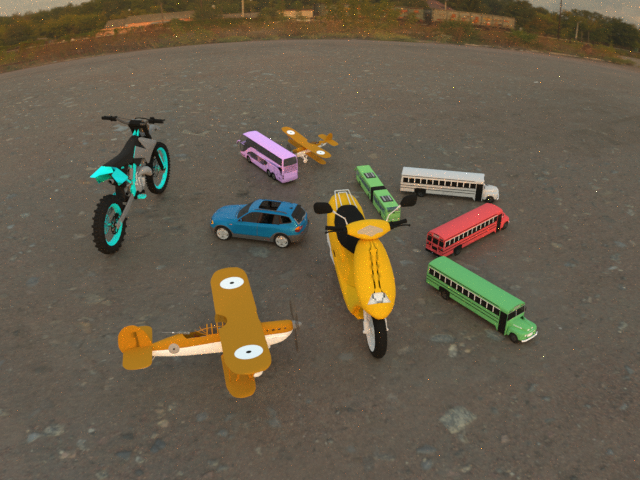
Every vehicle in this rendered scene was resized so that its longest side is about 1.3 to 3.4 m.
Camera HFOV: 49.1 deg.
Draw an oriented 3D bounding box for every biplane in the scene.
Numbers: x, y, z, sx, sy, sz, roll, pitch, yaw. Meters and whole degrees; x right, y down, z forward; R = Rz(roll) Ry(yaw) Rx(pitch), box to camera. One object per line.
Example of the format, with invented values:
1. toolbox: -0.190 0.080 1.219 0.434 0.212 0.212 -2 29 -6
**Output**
1. biplane: -0.150 -1.812 13.595 1.090 0.504 1.336 -24 39 -35
2. biplane: -1.259 1.128 8.208 2.120 0.981 2.598 -7 31 -11

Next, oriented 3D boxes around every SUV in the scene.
1. SUV: -0.956 -0.327 11.035 1.572 0.580 0.656 7 32 12

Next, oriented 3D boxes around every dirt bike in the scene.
1. dirt bike: -3.014 -1.068 11.216 1.024 1.666 2.903 5 31 8

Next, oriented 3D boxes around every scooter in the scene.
1. scooter: 0.502 0.112 9.125 1.288 1.786 2.721 -5 31 -9

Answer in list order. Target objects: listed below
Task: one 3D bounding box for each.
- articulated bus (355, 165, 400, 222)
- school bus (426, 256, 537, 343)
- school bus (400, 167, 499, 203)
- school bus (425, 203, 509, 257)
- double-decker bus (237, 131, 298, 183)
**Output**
1. articulated bus: 0.988 -0.828 12.158 0.311 0.289 1.749 -7 32 -12
2. school bus: 2.143 0.777 9.330 0.365 0.434 1.708 -21 37 -32
3. school bus: 2.272 -0.972 12.257 1.708 0.434 0.365 6 31 10
4. school bus: 2.350 -0.181 10.933 1.708 0.434 0.365 -24 38 -34
5. double-decker bus: -0.995 -1.593 13.194 0.389 0.541 1.672 -19 36 -29
